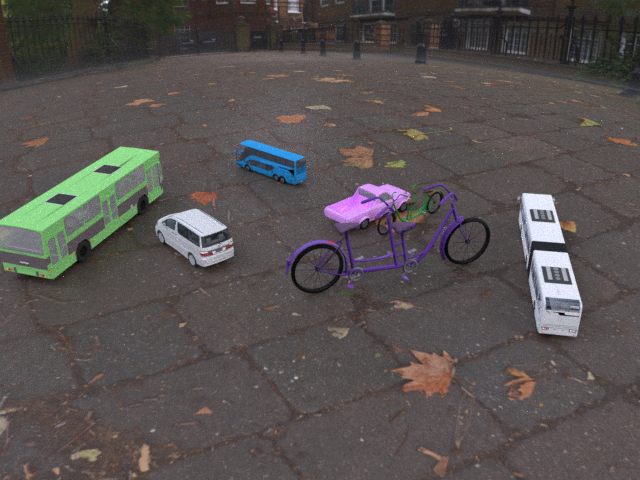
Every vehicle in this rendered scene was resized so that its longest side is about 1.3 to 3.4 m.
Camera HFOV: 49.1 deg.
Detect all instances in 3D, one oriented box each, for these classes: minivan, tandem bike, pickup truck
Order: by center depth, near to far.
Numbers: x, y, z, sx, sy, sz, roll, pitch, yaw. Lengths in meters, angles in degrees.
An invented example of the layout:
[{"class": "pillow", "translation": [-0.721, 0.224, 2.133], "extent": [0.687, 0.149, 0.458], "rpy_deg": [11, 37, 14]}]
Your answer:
[{"class": "tandem bike", "translation": [1.036, -0.025, 9.881], "extent": [3.192, 1.326, 0.550], "rpy_deg": [-9, 30, -17]}, {"class": "minivan", "translation": [-1.974, -0.121, 10.812], "extent": [0.681, 0.616, 1.548], "rpy_deg": [-22, 35, -35]}, {"class": "tandem bike", "translation": [1.530, -0.580, 11.599], "extent": [1.642, 0.682, 0.283], "rpy_deg": [-23, 36, -36]}, {"class": "pickup truck", "translation": [0.827, -0.628, 11.872], "extent": [1.603, 0.511, 0.640], "rpy_deg": [-23, 36, -36]}]

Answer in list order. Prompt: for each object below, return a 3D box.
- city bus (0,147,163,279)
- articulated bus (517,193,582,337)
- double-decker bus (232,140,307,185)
[{"class": "city bus", "translation": [-3.684, -0.501, 11.226], "extent": [0.926, 0.894, 3.255], "rpy_deg": [9, 29, 16]}, {"class": "articulated bus", "translation": [3.295, 0.229, 10.216], "extent": [0.605, 0.561, 3.401], "rpy_deg": [5, 29, 9]}, {"class": "double-decker bus", "translation": [-0.978, -1.513, 13.492], "extent": [1.672, 0.541, 0.389], "rpy_deg": [22, 35, 34]}]
